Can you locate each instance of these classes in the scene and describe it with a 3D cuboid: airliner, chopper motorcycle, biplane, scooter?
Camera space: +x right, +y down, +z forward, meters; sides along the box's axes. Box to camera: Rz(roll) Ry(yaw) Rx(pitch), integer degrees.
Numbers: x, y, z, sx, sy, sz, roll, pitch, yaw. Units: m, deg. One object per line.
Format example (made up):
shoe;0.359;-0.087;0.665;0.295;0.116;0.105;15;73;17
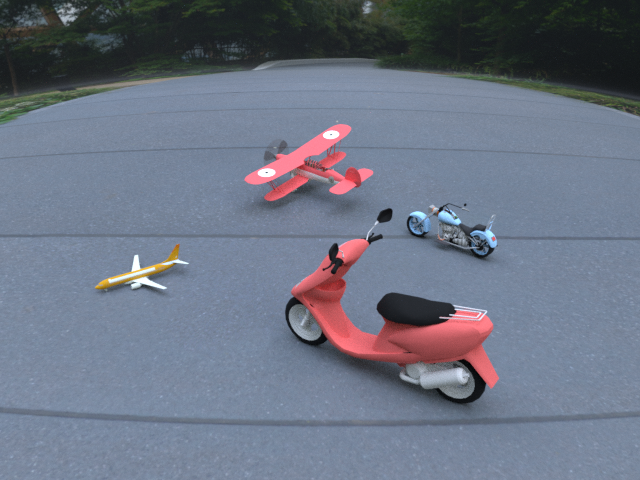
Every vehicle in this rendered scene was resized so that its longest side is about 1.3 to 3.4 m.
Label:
airliner;-2.564;0.399;9.943;1.307;0.429;1.161;-16;31;-29
chopper motorcycle;2.028;-0.239;10.843;1.563;0.761;0.466;22;34;37
biplane;-0.112;-1.232;12.571;2.120;0.981;2.598;22;34;36
scooter;0.709;0.731;7.774;2.721;1.786;1.288;17;31;30
